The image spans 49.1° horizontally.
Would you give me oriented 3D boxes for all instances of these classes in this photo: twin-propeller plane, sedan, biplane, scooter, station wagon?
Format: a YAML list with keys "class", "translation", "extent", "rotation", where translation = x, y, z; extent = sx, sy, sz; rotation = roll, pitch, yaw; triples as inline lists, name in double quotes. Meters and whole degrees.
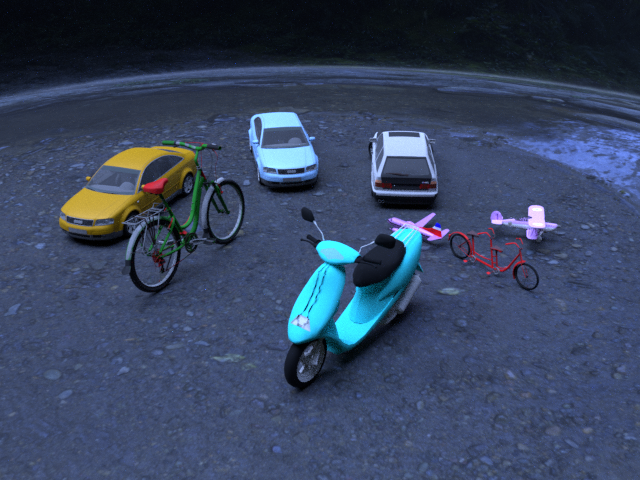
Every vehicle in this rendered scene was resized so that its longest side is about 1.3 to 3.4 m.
- class: "twin-propeller plane"
  translation: [1.509, -0.222, 11.232]
  extent: [1.095, 0.407, 1.370]
  rotation: [24, 35, 39]
- class: "sedan"
  translation: [-3.246, -0.968, 12.117]
  extent: [1.235, 0.940, 3.137]
  rotation: [9, 28, 17]
- class: "biplane"
  translation: [3.288, -0.269, 11.217]
  extent: [1.090, 0.504, 1.336]
  rotation: [7, 28, 14]
- class: "scooter"
  translation: [0.477, 0.477, 8.327]
  extent: [1.288, 1.786, 2.721]
  rotation: [20, 33, 34]
- class: "sedan"
  translation: [-0.772, -1.963, 14.080]
  extent: [1.235, 0.940, 3.137]
  rotation: [-4, 27, -9]
- class: "station wagon"
  translation: [1.587, -1.615, 13.413]
  extent: [1.327, 0.920, 3.105]
  rotation: [2, 27, 4]

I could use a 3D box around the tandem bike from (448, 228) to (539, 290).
- class: "tandem bike"
  translation: [2.496, 0.173, 10.149]
  extent: [0.283, 0.682, 1.642]
  rotation: [-20, 33, -34]

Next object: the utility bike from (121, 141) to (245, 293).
- class: "utility bike"
  translation: [-2.004, -0.470, 10.138]
  extent: [1.039, 1.839, 2.791]
  rotation: [14, 30, 25]
